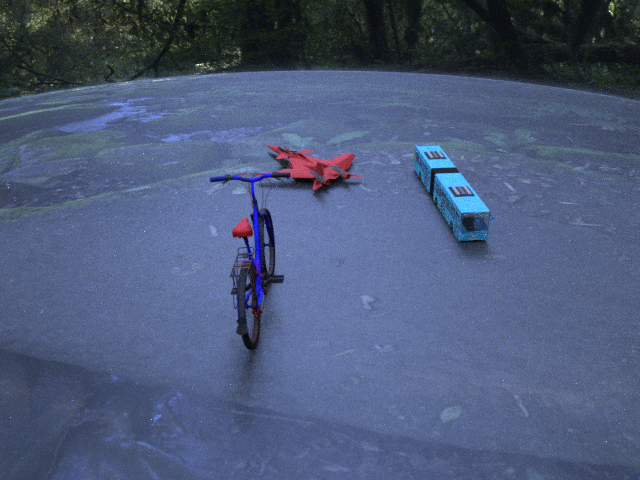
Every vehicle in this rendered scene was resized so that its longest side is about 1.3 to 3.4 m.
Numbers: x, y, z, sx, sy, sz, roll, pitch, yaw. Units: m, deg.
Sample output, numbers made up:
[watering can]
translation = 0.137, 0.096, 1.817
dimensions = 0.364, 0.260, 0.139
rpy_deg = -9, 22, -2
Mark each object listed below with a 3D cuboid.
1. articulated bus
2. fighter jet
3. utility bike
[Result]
[articulated bus]
translation = 2.278, -0.936, 12.518
dimensions = 0.605, 0.561, 3.401
rpy_deg = -3, 27, -5
[fighter jet]
translation = -0.380, -1.711, 14.080
dimensions = 2.229, 0.557, 2.640
rpy_deg = -17, 31, -31
[utility bike]
translation = -0.912, 0.105, 8.988
dimensions = 1.039, 1.839, 2.791
rpy_deg = 1, 26, 3
